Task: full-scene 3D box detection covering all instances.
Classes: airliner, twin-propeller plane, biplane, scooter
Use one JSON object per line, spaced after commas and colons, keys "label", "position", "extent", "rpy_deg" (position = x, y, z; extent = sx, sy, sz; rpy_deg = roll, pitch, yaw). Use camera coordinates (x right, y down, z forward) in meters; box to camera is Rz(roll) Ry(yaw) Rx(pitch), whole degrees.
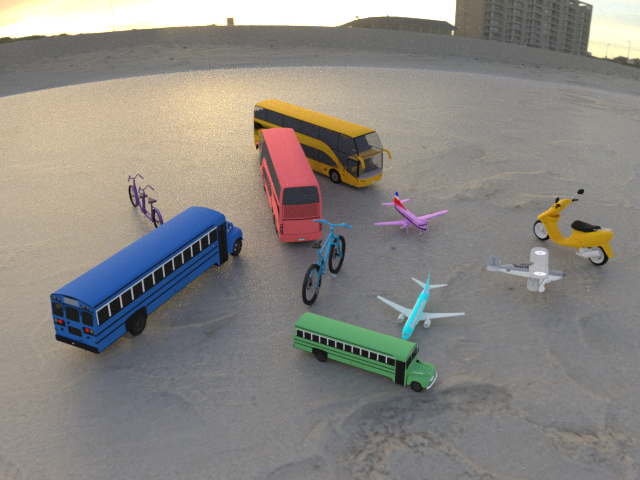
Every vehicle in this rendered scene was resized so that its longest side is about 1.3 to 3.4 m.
{"label": "airliner", "position": [1.252, 0.824, 8.963], "extent": [1.161, 0.429, 1.307], "rpy_deg": [10, 29, 19]}
{"label": "twin-propeller plane", "position": [1.464, -0.436, 11.475], "extent": [1.370, 0.407, 1.095], "rpy_deg": [-11, 29, -20]}
{"label": "biplane", "position": [2.852, 0.413, 9.690], "extent": [1.090, 0.504, 1.336], "rpy_deg": [8, 28, 15]}
{"label": "scooter", "position": [3.803, -0.221, 10.484], "extent": [0.662, 0.919, 1.399], "rpy_deg": [-18, 32, -31]}

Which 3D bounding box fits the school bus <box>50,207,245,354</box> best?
{"label": "school bus", "position": [-2.127, 0.356, 9.427], "extent": [0.709, 0.844, 3.322], "rpy_deg": [12, 29, 23]}

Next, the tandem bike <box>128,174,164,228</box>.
{"label": "tandem bike", "position": [-2.905, -0.642, 11.577], "extent": [0.283, 0.682, 1.642], "rpy_deg": [-16, 31, -28]}

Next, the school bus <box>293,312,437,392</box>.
{"label": "school bus", "position": [0.513, 1.275, 8.067], "extent": [1.708, 0.434, 0.365], "rpy_deg": [13, 30, 25]}

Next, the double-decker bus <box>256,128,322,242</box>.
{"label": "double-decker bus", "position": [-0.565, -1.047, 11.966], "extent": [0.756, 1.052, 3.251], "rpy_deg": [-5, 27, -9]}

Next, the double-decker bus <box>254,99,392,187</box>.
{"label": "double-decker bus", "position": [-0.069, -1.908, 13.667], "extent": [0.756, 1.052, 3.251], "rpy_deg": [-23, 35, -38]}

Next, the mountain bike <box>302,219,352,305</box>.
{"label": "mountain bike", "position": [0.073, 0.263, 9.585], "extent": [0.573, 0.868, 1.469], "rpy_deg": [11, 29, 20]}
